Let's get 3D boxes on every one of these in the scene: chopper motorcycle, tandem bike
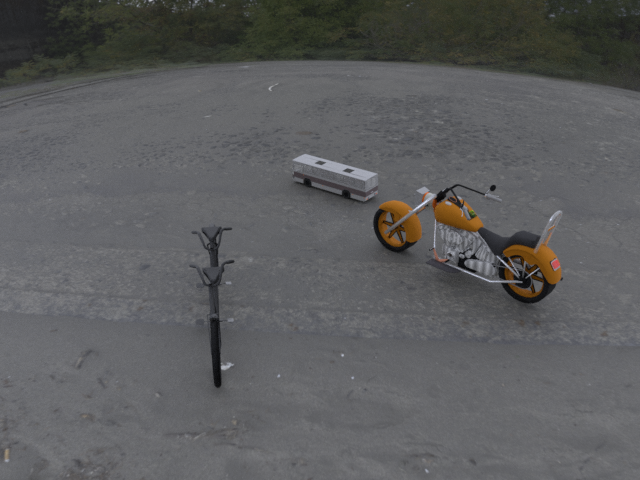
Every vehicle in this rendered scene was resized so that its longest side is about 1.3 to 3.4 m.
[{"bbox_3d":[2.012,-0.151,9.957,3.040,1.480,0.906,24,36,38],"label":"chopper motorcycle"},{"bbox_3d":[-1.351,0.495,8.908,0.550,1.326,3.192,-4,28,-7],"label":"tandem bike"}]

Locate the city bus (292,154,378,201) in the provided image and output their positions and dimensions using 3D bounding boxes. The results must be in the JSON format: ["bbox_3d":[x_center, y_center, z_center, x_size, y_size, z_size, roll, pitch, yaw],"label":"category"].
[{"bbox_3d":[0.257,-1.138,12.894,1.674,0.460,0.476,19,34,32],"label":"city bus"}]
